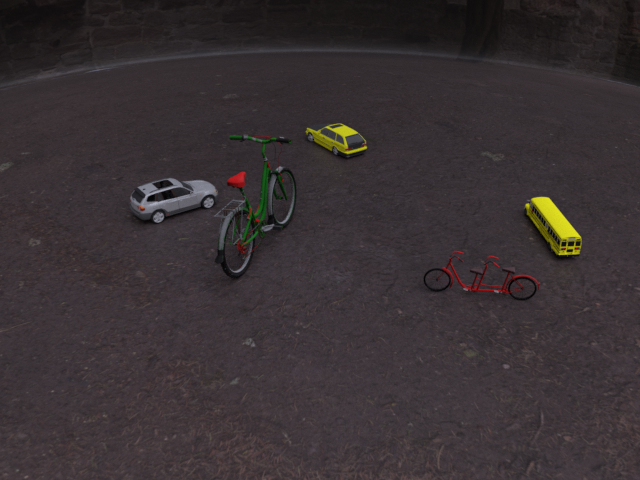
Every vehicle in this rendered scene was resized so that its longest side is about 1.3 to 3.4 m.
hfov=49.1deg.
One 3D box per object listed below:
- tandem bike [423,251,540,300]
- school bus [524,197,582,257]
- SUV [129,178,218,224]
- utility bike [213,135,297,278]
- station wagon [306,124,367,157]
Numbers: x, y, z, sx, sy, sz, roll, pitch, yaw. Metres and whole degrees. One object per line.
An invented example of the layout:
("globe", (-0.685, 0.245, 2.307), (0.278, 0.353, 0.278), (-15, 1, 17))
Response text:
("tandem bike", (2.321, 0.520, 10.043), (1.642, 0.682, 0.283), (5, 30, 9))
("school bus", (3.845, -0.272, 11.674), (0.365, 0.434, 1.708), (-2, 30, -4))
("SUV", (-2.589, -0.789, 12.430), (1.572, 0.580, 0.656), (-20, 35, -30))
("utility bike", (-1.052, -0.666, 10.949), (1.039, 1.839, 2.791), (11, 32, 18))
("station wagon", (0.324, -2.242, 15.073), (0.682, 0.473, 1.597), (-19, 35, -30))
